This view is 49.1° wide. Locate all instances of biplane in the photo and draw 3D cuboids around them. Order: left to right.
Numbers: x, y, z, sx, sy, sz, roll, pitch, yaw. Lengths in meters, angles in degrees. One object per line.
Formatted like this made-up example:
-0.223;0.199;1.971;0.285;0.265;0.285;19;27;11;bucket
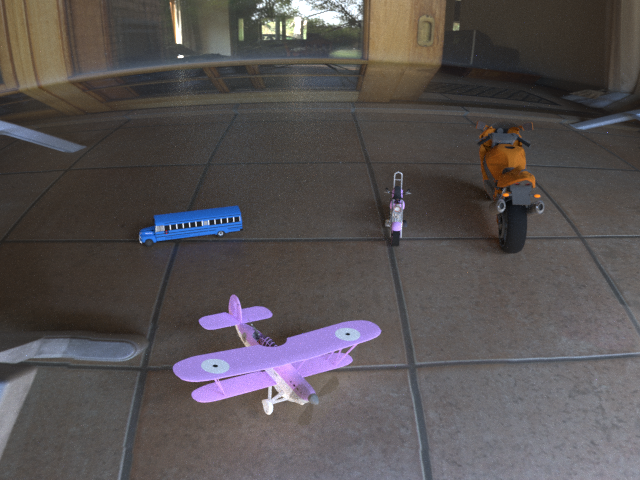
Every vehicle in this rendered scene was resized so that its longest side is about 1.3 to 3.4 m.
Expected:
-0.566;1.332;8.251;2.598;0.981;2.120;-17;33;-28;biplane

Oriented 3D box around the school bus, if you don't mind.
-2.169;-0.244;11.724;1.708;0.434;0.365;-8;29;-14;school bus

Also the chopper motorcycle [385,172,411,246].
1.308;-0.537;11.922;0.466;0.761;1.563;3;29;5;chopper motorcycle

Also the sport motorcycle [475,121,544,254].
3.158;-0.997;11.893;0.983;1.596;2.955;2;29;4;sport motorcycle
